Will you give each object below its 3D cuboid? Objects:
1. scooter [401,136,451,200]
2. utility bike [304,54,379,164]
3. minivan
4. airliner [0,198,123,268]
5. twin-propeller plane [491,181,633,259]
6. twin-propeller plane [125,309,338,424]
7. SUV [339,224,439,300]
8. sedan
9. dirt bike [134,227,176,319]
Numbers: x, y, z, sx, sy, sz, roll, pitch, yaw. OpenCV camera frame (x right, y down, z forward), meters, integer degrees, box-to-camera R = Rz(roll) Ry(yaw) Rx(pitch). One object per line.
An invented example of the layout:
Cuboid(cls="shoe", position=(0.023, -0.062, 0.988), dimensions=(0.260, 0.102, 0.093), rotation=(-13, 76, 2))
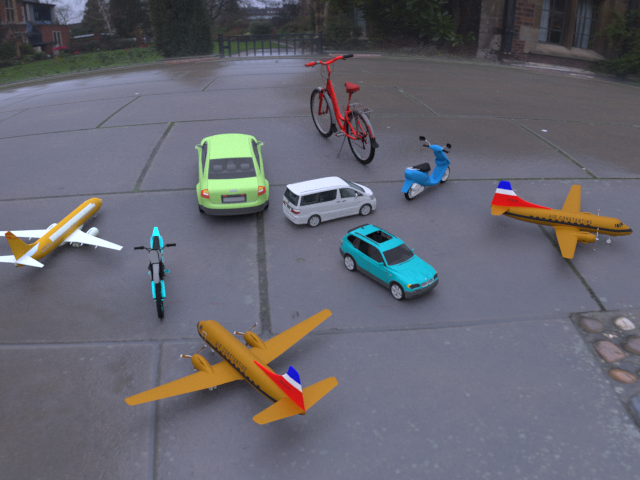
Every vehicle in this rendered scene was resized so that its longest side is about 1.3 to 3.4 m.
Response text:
Cuboid(cls="scooter", position=(1.892, -1.273, 12.239), dimensions=(0.662, 0.919, 1.399), rotation=(23, 36, 36))
Cuboid(cls="utility bike", position=(0.336, -2.608, 13.741), dimensions=(1.039, 1.839, 2.791), rotation=(-13, 31, -23))
Cuboid(cls="minivan", position=(0.178, -0.685, 11.473), dimensions=(1.548, 0.616, 0.681), rotation=(-13, 31, -23))
Cuboid(cls="airliner", position=(-3.917, -0.283, 10.498), dimensions=(2.257, 0.835, 2.541), rotation=(6, 29, 10))
Cuboid(cls="twin-propeller plane", position=(3.715, -0.423, 10.802), dimensions=(2.129, 0.792, 2.663), rotation=(10, 30, 18))
Cuboid(cls="twin-propeller plane", position=(-0.805, 1.276, 7.663), dimensions=(2.663, 0.792, 2.129), rotation=(-21, 35, -33))
Cuboid(cls="SUV", position=(0.941, 0.264, 9.755), dimensions=(0.656, 0.580, 1.572), rotation=(-21, 35, -33))
Cuboid(cls="sedan", position=(-1.576, -1.352, 12.364), dimensions=(1.235, 0.940, 3.137), rotation=(-4, 29, -7))
Cuboid(cls="dirt bike", position=(-2.141, 0.364, 9.280), dimensions=(0.527, 0.857, 1.493), rotation=(-6, 29, -10))
